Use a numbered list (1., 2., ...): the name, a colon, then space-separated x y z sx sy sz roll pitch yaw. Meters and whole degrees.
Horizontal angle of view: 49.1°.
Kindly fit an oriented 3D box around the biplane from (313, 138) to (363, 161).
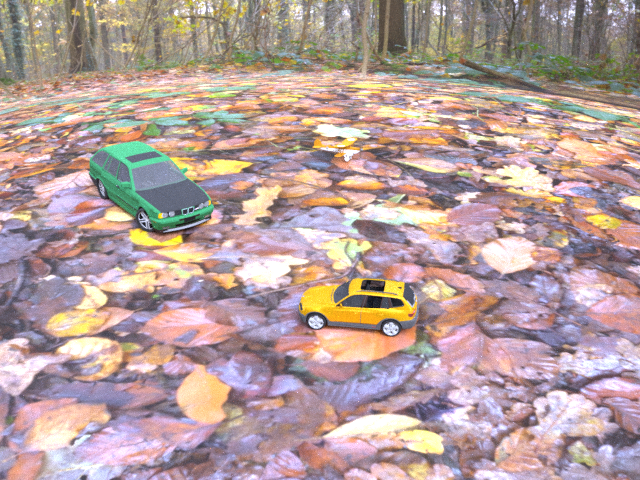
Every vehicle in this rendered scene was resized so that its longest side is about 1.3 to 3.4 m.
1. biplane: 0.396 -1.966 14.980 1.090 0.504 1.336 7 27 15

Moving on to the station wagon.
1. station wagon: -3.102 -1.057 12.626 1.327 0.920 3.105 -19 32 -33

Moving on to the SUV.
1. SUV: 0.502 0.816 9.151 1.572 0.580 0.656 4 26 8
